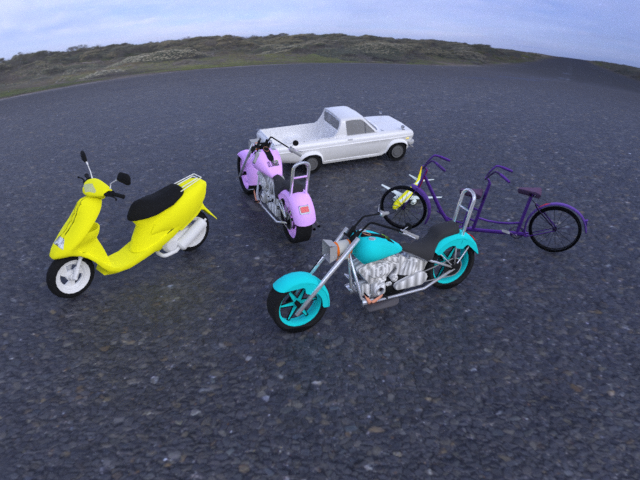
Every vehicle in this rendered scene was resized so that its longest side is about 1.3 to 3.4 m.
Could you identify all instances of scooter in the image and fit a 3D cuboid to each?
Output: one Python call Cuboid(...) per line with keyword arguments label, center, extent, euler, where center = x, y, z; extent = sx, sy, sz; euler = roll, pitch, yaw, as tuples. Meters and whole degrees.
Cuboid(label="scooter", center=(-2.652, -0.348, 9.895), extent=(2.721, 1.786, 1.288), euler=(-24, 36, -38))

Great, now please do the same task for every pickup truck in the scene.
Cuboid(label="pickup truck", center=(0.322, -2.105, 14.103), extent=(3.117, 0.993, 1.244), euler=(-10, 29, -19))

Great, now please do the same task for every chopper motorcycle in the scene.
Cuboid(label="chopper motorcycle", center=(-0.807, -1.058, 11.580), extent=(0.906, 1.480, 3.040), euler=(-12, 30, -21))
Cuboid(label="chopper motorcycle", center=(0.754, 0.244, 9.094), extent=(3.040, 1.480, 0.906), euler=(-12, 30, -22))

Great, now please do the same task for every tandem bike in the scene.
Cuboid(label="tandem bike", center=(2.487, -0.574, 10.822), extent=(3.192, 1.326, 0.550), euler=(9, 29, 17))

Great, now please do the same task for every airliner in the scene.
Cuboid(label="airliner", center=(1.568, -0.909, 12.427), extent=(1.161, 0.429, 1.307), euler=(14, 31, 25))
